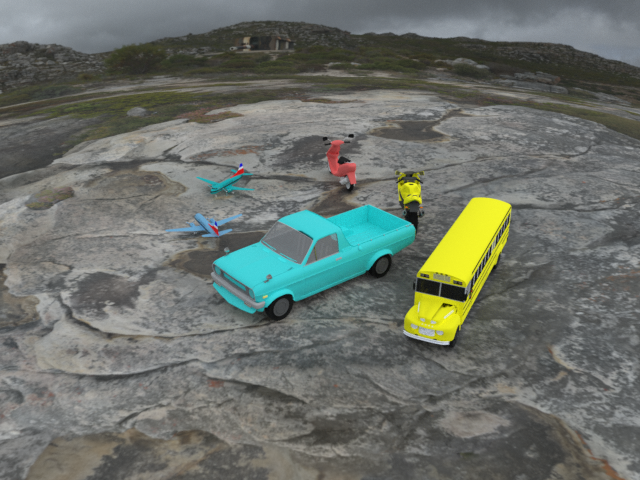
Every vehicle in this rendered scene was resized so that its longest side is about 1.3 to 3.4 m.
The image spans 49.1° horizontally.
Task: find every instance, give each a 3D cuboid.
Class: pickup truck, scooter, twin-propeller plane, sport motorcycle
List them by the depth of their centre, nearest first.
[{"bbox_3d":[-0.033,0.132,10.235,3.117,0.993,1.244,-20,32,-35],"label":"pickup truck"},{"bbox_3d":[-1.904,-0.287,11.760,1.370,0.407,1.095,-14,29,-26],"label":"twin-propeller plane"},{"bbox_3d":[1.555,-0.666,12.063,0.506,0.821,1.520,1,26,2],"label":"sport motorcycle"},{"bbox_3d":[-1.784,-1.153,13.531,1.370,0.407,1.095,14,29,26],"label":"twin-propeller plane"},{"bbox_3d":[0.412,-1.574,13.809,0.662,0.919,1.399,-9,27,-17],"label":"scooter"}]

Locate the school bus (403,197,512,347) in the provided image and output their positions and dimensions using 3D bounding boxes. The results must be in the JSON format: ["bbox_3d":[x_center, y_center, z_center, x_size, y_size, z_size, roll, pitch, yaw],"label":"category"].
[{"bbox_3d":[2.016,0.361,9.936,0.709,0.844,3.322,12,28,23],"label":"school bus"}]
